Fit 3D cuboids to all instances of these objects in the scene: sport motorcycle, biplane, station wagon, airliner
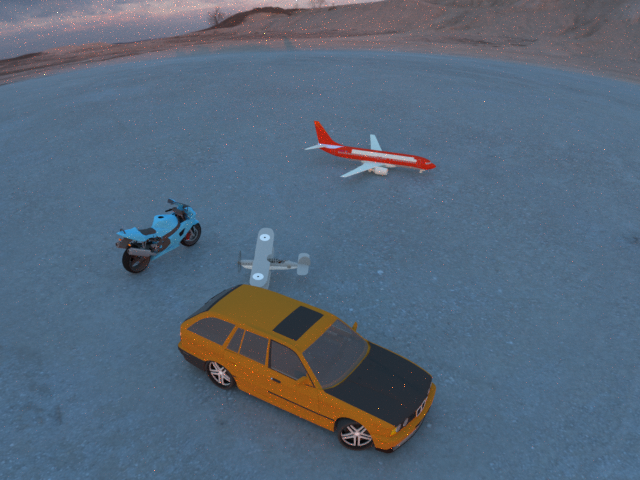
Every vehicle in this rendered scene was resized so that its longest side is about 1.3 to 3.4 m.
[{"bbox_3d":[-2.431,-0.070,10.742,0.506,0.821,1.520,23,37,34],"label":"sport motorcycle"},{"bbox_3d":[-0.684,0.364,10.301,1.090,0.504,1.336,1,30,2],"label":"biplane"},{"bbox_3d":[-0.186,1.346,8.165,3.105,0.920,1.327,18,34,28],"label":"station wagon"},{"bbox_3d":[1.042,-1.823,13.793,2.541,0.835,2.257,9,31,16],"label":"airliner"}]
